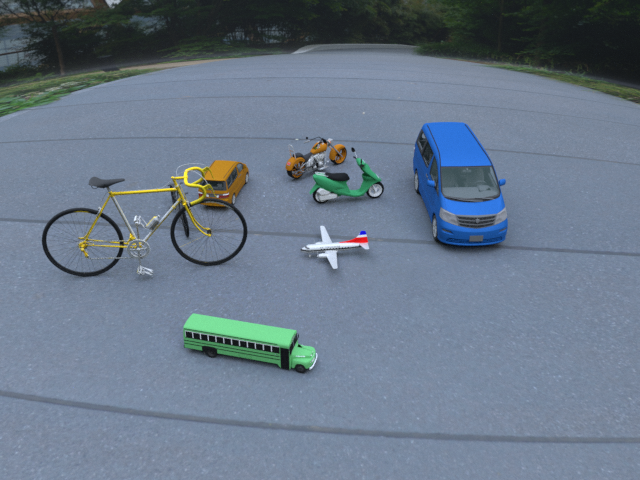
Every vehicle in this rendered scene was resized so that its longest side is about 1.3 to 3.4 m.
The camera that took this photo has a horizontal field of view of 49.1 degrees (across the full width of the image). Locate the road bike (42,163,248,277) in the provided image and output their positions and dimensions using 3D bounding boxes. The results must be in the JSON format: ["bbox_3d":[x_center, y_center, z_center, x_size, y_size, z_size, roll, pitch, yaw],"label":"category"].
[{"bbox_3d":[-2.591,-0.249,10.371,3.004,1.656,0.697,-5,30,-8],"label":"road bike"}]

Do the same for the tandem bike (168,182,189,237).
[{"bbox_3d":[-2.439,-0.651,12.069,0.283,0.682,1.642,-10,31,-17],"label":"tandem bike"}]

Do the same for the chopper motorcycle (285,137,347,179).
[{"bbox_3d":[-0.053,-1.708,13.856,1.563,0.761,0.466,-25,38,-37],"label":"chopper motorcycle"}]

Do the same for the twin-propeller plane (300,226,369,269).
[{"bbox_3d":[0.227,0.064,11.087,1.095,0.407,1.370,-4,30,-7],"label":"twin-propeller plane"}]

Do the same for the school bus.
[{"bbox_3d":[-0.881,1.299,8.877,1.708,0.434,0.365,8,30,13],"label":"school bus"}]

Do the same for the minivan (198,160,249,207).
[{"bbox_3d":[-1.772,-1.145,13.009,0.681,0.616,1.548,5,30,8],"label":"minivan"}]

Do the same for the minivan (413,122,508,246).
[{"bbox_3d":[2.401,-1.034,12.223,1.324,1.197,3.011,-1,30,-2],"label":"minivan"}]

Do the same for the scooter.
[{"bbox_3d":[0.498,-1.124,12.665,1.399,0.919,0.662,-6,30,-11],"label":"scooter"}]
